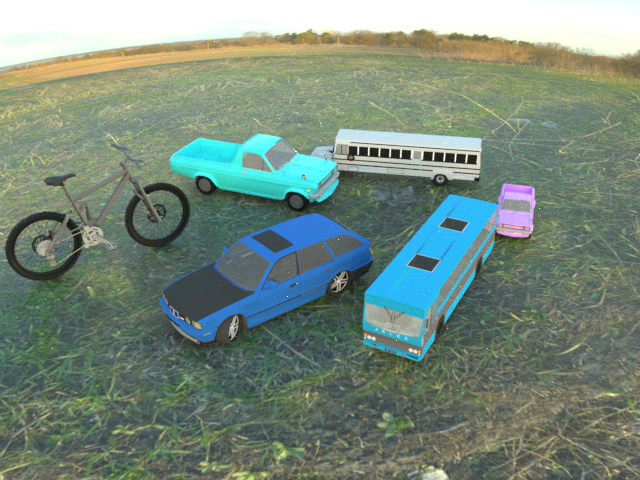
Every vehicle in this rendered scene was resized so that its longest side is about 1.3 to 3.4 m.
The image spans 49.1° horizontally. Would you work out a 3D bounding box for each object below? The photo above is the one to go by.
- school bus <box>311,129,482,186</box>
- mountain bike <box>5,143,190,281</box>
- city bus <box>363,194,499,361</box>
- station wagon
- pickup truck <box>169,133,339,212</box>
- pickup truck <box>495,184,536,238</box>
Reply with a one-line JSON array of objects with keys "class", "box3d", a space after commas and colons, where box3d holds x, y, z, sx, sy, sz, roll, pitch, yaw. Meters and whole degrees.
[{"class": "school bus", "box3d": [1.439, -1.634, 13.624, 3.322, 0.844, 0.709, 5, 30, 10]}, {"class": "mountain bike", "box3d": [-3.300, -0.410, 10.552, 2.857, 1.688, 1.114, -19, 34, -30]}, {"class": "city bus", "box3d": [1.640, 0.432, 9.854, 0.926, 0.894, 3.255, 15, 32, 24]}, {"class": "station wagon", "box3d": [-0.715, 0.422, 9.846, 3.105, 0.920, 1.327, -21, 36, -33]}, {"class": "pickup truck", "box3d": [-1.225, -1.399, 13.046, 3.117, 0.993, 1.244, 11, 31, 20]}, {"class": "pickup truck", "box3d": [3.376, -0.570, 12.052, 0.640, 0.511, 1.603, 8, 30, 14]}]
